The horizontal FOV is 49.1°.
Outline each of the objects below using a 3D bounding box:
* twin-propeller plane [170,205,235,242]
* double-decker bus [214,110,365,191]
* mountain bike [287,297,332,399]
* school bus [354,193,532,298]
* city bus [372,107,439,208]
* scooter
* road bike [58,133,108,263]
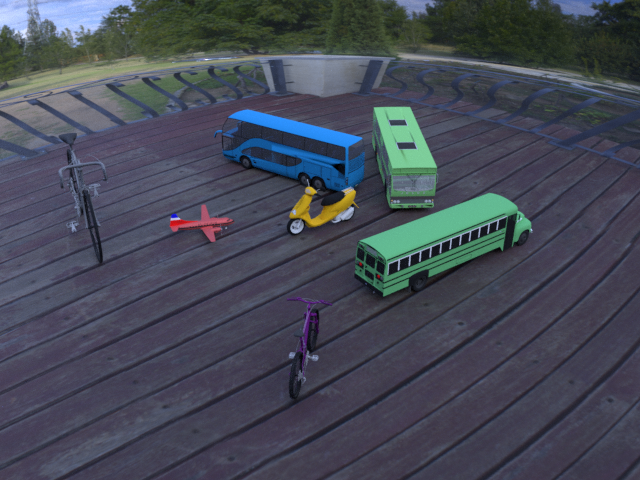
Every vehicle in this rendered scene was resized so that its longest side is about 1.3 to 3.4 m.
[{"bbox_3d":[-1.995,-0.313,11.873,1.095,0.407,1.370,-8,31,-13],"label":"twin-propeller plane"},{"bbox_3d":[-0.630,-1.801,13.832,3.251,1.052,0.756,19,35,30],"label":"double-decker bus"},{"bbox_3d":[-0.182,1.256,8.651,0.573,0.868,1.469,6,30,10],"label":"mountain bike"},{"bbox_3d":[2.044,-0.009,10.897,3.322,0.844,0.709,-20,35,-30],"label":"school bus"},{"bbox_3d":[1.586,-1.659,13.743,0.926,0.894,3.255,-1,30,-2],"label":"city bus"},{"bbox_3d":[0.051,-0.622,11.898,1.399,0.919,0.662,-16,33,-26],"label":"scooter"},{"bbox_3d":[-3.935,-0.833,11.524,0.696,1.656,3.004,-13,32,-22],"label":"road bike"}]
